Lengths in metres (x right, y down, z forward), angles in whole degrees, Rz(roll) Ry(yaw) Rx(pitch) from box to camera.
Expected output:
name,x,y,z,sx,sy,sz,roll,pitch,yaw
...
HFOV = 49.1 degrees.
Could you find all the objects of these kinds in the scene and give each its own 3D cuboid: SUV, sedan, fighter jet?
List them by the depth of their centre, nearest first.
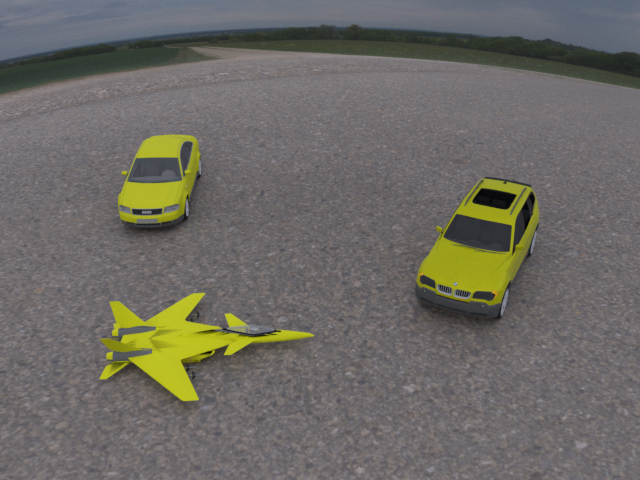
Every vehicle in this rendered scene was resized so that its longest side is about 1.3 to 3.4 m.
name,x,y,z,sx,sy,sz,roll,pitch,yaw
fighter jet,-1.386,1.158,8.880,2.640,0.557,2.229,-3,29,-5
SUV,2.421,0.006,10.365,1.276,1.128,3.058,14,32,23
sedan,-2.894,-1.231,12.785,1.235,0.940,3.137,-1,29,-2
